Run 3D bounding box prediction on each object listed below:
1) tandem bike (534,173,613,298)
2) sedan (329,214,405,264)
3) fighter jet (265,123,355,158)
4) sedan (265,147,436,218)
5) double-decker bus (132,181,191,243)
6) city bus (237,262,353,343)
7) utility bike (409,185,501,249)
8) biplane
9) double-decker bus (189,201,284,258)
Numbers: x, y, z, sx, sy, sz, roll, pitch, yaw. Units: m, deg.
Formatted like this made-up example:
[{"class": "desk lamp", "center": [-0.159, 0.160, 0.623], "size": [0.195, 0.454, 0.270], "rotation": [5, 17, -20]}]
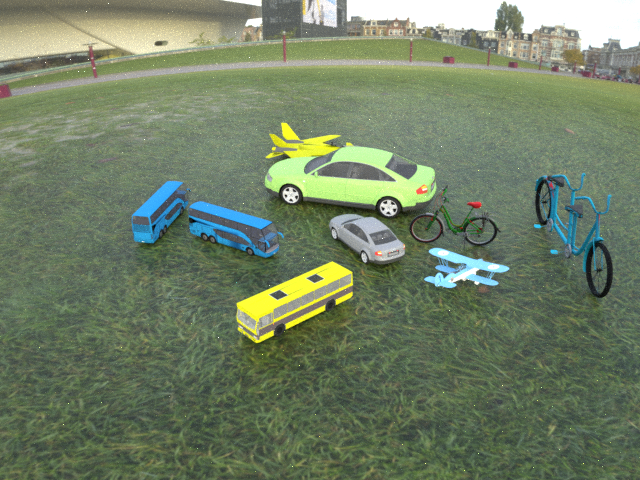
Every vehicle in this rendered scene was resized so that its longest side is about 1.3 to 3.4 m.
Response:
[{"class": "tandem bike", "center": [3.823, -0.368, 10.645], "size": [0.550, 1.326, 3.192], "rotation": [-1, 27, -2]}, {"class": "sedan", "center": [0.713, -0.101, 11.048], "size": [0.635, 0.483, 1.613], "rotation": [-14, 30, -26]}, {"class": "fighter jet", "center": [0.284, -1.959, 14.619], "size": [2.640, 0.557, 2.229], "rotation": [7, 28, 14]}, {"class": "sedan", "center": [0.520, -1.158, 12.622], "size": [3.137, 0.940, 1.235], "rotation": [8, 28, 16]}, {"class": "double-decker bus", "center": [-2.657, -0.506, 11.780], "size": [0.389, 0.541, 1.672], "rotation": [5, 27, 10]}, {"class": "city bus", "center": [-0.305, 0.816, 9.272], "size": [1.674, 0.460, 0.476], "rotation": [-22, 34, -37]}, {"class": "utility bike", "center": [2.133, -0.316, 10.961], "size": [1.435, 0.946, 0.535], "rotation": [3, 27, 6]}, {"class": "biplane", "center": [1.972, 0.455, 9.932], "size": [1.090, 0.504, 1.336], "rotation": [-22, 34, -36]}, {"class": "double-decker bus", "center": [-1.364, -0.164, 11.109], "size": [1.672, 0.541, 0.389], "rotation": [16, 31, 29]}]
